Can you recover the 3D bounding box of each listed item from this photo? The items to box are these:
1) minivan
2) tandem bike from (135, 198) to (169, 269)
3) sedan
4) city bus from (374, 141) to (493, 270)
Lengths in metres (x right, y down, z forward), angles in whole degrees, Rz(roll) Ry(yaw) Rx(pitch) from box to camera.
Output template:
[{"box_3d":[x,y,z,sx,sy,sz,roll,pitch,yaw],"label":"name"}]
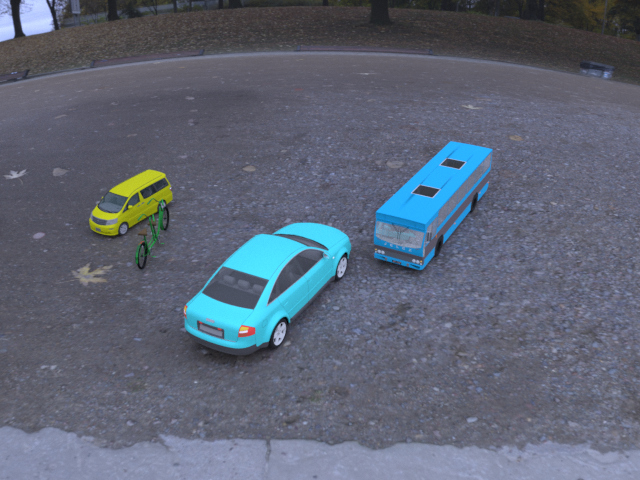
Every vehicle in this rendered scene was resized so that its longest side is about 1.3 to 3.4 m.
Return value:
[{"box_3d":[-3.199,-0.638,11.829,0.681,0.616,1.548,16,33,26],"label":"minivan"},{"box_3d":[-2.620,-0.169,10.938,0.283,0.682,1.642,3,30,5],"label":"tandem bike"},{"box_3d":[-0.604,0.436,9.616,1.235,0.940,3.137,15,33,24],"label":"sedan"},{"box_3d":[1.933,-0.628,11.530,0.926,0.894,3.255,15,33,25],"label":"city bus"}]
